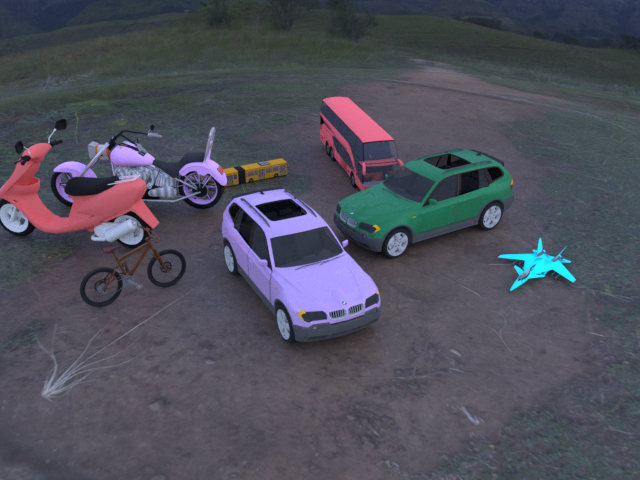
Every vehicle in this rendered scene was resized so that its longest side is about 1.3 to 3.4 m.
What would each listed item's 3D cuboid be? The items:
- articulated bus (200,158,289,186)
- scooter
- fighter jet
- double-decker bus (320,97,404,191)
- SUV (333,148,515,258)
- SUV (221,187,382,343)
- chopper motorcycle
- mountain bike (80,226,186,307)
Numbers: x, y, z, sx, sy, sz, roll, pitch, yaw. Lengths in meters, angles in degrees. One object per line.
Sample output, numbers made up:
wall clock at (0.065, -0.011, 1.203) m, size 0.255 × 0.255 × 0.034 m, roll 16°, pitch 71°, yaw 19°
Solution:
articulated bus at (-1.424, -1.237, 13.158) m, size 1.749 × 0.289 × 0.311 m, roll -14°, pitch 30°, yaw -26°
scooter at (-3.772, -0.773, 10.555) m, size 2.721 × 1.786 × 1.288 m, roll 6°, pitch 27°, yaw 11°
fighter jet at (3.025, 0.377, 9.934) m, size 1.147 × 0.286 × 1.358 m, roll 21°, pitch 33°, yaw 35°
double-decker bus at (0.706, -1.857, 13.544) m, size 0.756 × 1.052 × 3.251 m, roll -7°, pitch 27°, yaw -13°
SUV at (1.690, -0.681, 11.107) m, size 3.058 × 1.128 × 1.276 m, roll -15°, pitch 30°, yaw -27°
SUV at (-0.358, 0.214, 9.318) m, size 1.276 × 1.128 × 3.058 m, roll -13°, pitch 29°, yaw -24°
chopper motorcycle at (-3.085, -1.223, 11.799) m, size 3.040 × 1.480 × 0.906 m, roll 3°, pitch 27°, yaw 5°
mountain bike at (-2.476, 0.365, 9.307) m, size 1.469 × 0.868 × 0.573 m, roll -17°, pitch 31°, yaw -30°
